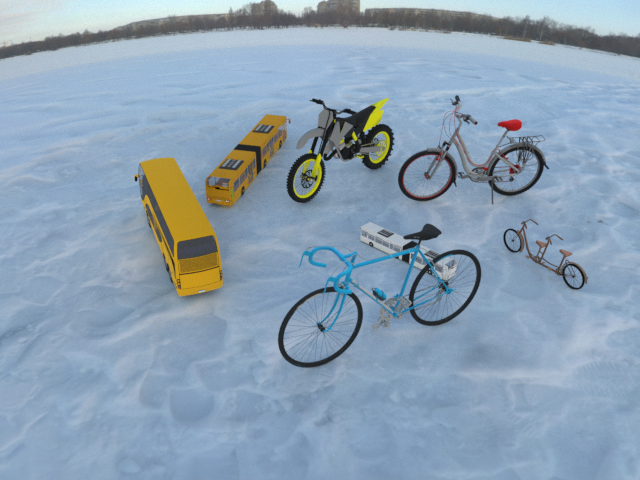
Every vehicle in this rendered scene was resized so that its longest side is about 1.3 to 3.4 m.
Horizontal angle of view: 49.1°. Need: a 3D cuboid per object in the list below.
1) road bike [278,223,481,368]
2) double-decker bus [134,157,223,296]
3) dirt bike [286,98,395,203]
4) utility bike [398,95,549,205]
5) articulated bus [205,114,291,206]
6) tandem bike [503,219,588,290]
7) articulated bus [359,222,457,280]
[{"bbox_3d":[0.839,0.644,8.763,3.004,1.656,0.696,-15,34,-23],"label":"road bike"},{"bbox_3d":[-2.275,-0.340,11.023,0.756,1.052,3.251,-12,32,-19],"label":"double-decker bus"},{"bbox_3d":[0.451,-1.773,12.847,1.024,1.666,2.903,26,39,36],"label":"dirt bike"},{"bbox_3d":[2.769,-1.479,12.179,2.791,1.839,1.039,-4,31,-7],"label":"utility bike"},{"bbox_3d":[-1.354,-1.641,13.710,0.605,0.561,3.401,8,31,13],"label":"articulated bus"},{"bbox_3d":[3.375,0.160,10.540,0.283,0.682,1.642,-18,35,-27],"label":"tandem bike"},{"bbox_3d":[1.341,0.154,10.936,1.749,0.289,0.311,27,40,37],"label":"articulated bus"}]
